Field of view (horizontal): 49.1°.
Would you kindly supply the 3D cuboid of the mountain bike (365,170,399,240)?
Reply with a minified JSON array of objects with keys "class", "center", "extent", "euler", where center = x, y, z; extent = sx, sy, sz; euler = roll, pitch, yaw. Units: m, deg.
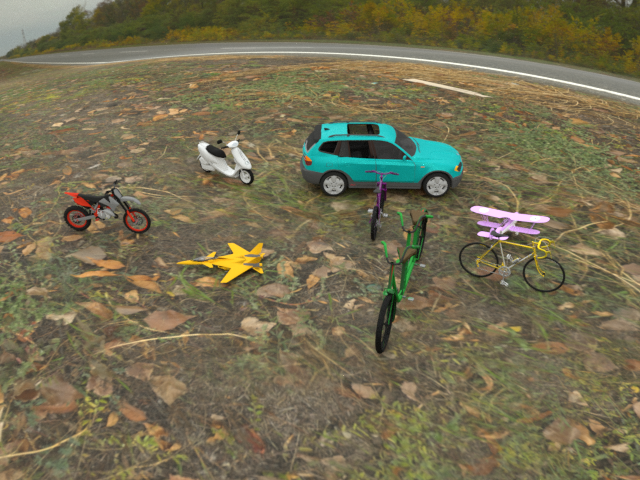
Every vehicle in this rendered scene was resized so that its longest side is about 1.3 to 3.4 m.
[{"class":"mountain bike","center":[0.991,-0.637,11.772],"extent":[0.573,0.868,1.469],"euler":[6,31,10]}]

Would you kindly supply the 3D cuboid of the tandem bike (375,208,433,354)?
[{"class":"tandem bike","center":[1.203,0.259,9.787],"extent":[0.550,1.326,3.192],"euler":[9,32,15]}]

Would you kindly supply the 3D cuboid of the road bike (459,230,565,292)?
[{"class":"road bike","center":[2.797,0.288,10.207],"extent":[1.545,0.852,0.358],"euler":[13,33,21]}]

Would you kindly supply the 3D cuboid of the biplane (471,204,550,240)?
[{"class":"biplane","center":[2.998,-0.238,11.451],"extent":[1.336,0.504,1.090],"euler":[21,37,32]}]

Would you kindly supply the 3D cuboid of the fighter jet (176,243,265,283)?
[{"class":"fighter jet","center":[-1.538,0.280,10.781],"extent":[1.358,0.286,1.147],"euler":[-1,30,-1]}]

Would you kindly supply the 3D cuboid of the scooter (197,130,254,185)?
[{"class":"scooter","center":[-1.832,-1.609,13.385],"extent":[1.399,0.919,0.662],"euler":[19,35,29]}]

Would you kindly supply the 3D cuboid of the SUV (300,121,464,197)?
[{"class":"SUV","center":[1.151,-1.570,13.110],"extent":[3.058,1.128,1.276],"euler":[1,30,1]}]

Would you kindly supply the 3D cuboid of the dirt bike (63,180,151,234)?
[{"class":"dirt bike","center":[-3.543,-0.510,11.566],"extent":[1.493,0.857,0.527],"euler":[3,30,5]}]
